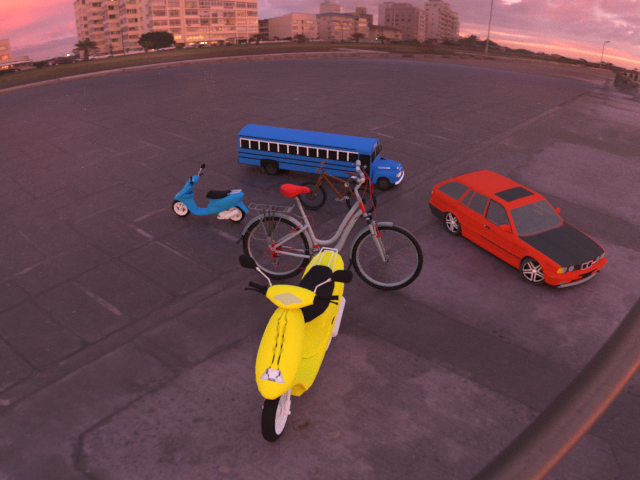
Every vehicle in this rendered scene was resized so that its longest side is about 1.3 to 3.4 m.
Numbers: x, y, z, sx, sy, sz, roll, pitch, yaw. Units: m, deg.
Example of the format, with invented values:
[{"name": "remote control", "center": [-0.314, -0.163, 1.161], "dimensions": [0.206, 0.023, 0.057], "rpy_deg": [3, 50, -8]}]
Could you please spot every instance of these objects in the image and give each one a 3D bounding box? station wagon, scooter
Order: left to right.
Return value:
[{"name": "scooter", "center": [-1.929, -0.768, 12.110], "dimensions": [1.399, 0.919, 0.662], "rpy_deg": [6, 29, 11]}, {"name": "scooter", "center": [-0.189, 0.882, 8.171], "dimensions": [1.288, 1.786, 2.721], "rpy_deg": [8, 30, 14]}, {"name": "station wagon", "center": [3.117, -0.308, 11.264], "dimensions": [1.327, 0.920, 3.105], "rpy_deg": [-16, 32, -26]}]

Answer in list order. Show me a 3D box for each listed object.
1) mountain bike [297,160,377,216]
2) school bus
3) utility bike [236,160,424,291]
[{"name": "mountain bike", "center": [0.289, -0.878, 12.365], "dimensions": [1.469, 0.868, 0.573], "rpy_deg": [8, 30, 14]}, {"name": "school bus", "center": [0.013, -1.667, 13.842], "dimensions": [3.322, 0.844, 0.709], "rpy_deg": [9, 30, 17]}, {"name": "utility bike", "center": [0.129, -0.218, 10.137], "dimensions": [2.791, 1.839, 1.039], "rpy_deg": [5, 29, 10]}]
